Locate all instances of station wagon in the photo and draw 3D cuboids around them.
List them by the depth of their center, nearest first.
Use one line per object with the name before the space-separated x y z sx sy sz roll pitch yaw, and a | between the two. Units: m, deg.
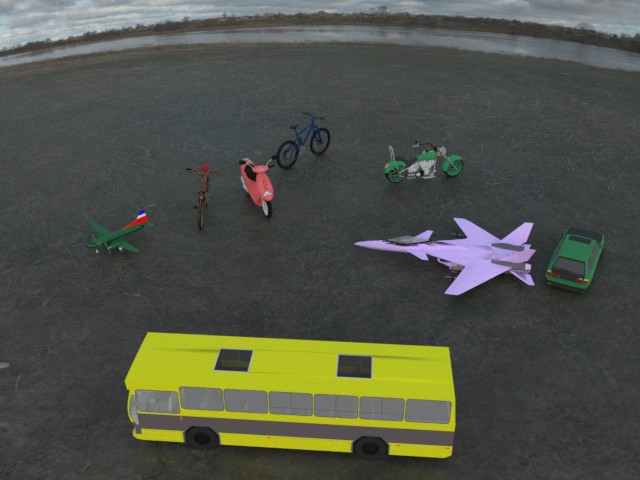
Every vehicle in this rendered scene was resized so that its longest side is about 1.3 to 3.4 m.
station wagon | 3.752 0.180 10.198 0.682 0.473 1.597 15 33 24

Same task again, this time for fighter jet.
fighter jet | 1.809 0.050 10.342 2.640 0.557 2.229 6 30 11

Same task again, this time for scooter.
scooter | -1.076 -1.028 11.856 0.662 0.919 1.399 -12 32 -20

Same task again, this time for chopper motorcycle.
chopper motorcycle | 1.904 -1.440 12.733 1.563 0.761 0.466 -9 31 -16

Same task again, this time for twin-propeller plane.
twin-propeller plane | -3.117 -0.125 10.798 1.370 0.407 1.095 25 38 37

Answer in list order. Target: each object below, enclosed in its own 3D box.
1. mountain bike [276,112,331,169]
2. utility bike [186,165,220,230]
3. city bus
mountain bike | -0.301 -1.911 13.445 0.573 0.868 1.469 25 38 36
utility bike | -1.870 -0.821 11.468 0.535 0.946 1.435 -2 30 -3
city bus | -0.278 1.623 7.263 3.255 0.894 0.926 2 30 4
